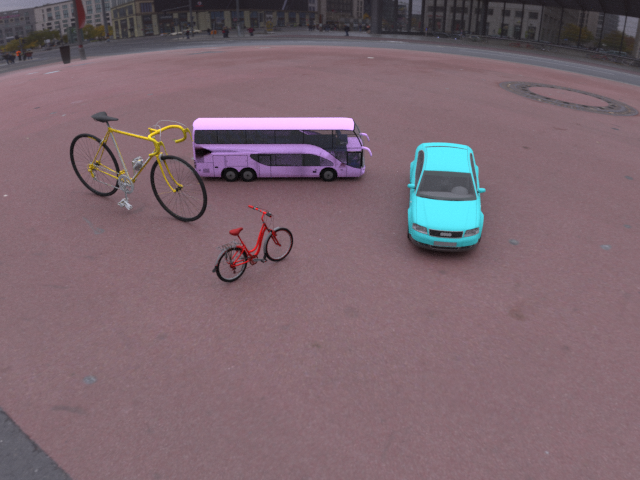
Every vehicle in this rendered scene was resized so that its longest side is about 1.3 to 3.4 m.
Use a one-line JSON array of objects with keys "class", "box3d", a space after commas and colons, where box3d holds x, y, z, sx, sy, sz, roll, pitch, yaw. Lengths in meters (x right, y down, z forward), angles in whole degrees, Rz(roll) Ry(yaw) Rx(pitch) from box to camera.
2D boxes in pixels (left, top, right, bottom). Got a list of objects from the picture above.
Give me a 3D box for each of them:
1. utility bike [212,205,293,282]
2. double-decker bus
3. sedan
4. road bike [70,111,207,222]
[{"class": "utility bike", "box3d": [-0.989, 0.021, 10.100, 1.435, 0.946, 0.535, -23, 38, -34]}, {"class": "double-decker bus", "box3d": [-0.692, -1.683, 12.886, 3.251, 1.052, 0.756, 0, 31, 0]}, {"class": "sedan", "box3d": [2.078, -0.882, 11.638, 1.235, 0.940, 3.137, 4, 31, 7]}, {"class": "road bike", "box3d": [-3.094, -1.269, 11.589, 3.004, 1.656, 0.697, 16, 34, 25]}]
